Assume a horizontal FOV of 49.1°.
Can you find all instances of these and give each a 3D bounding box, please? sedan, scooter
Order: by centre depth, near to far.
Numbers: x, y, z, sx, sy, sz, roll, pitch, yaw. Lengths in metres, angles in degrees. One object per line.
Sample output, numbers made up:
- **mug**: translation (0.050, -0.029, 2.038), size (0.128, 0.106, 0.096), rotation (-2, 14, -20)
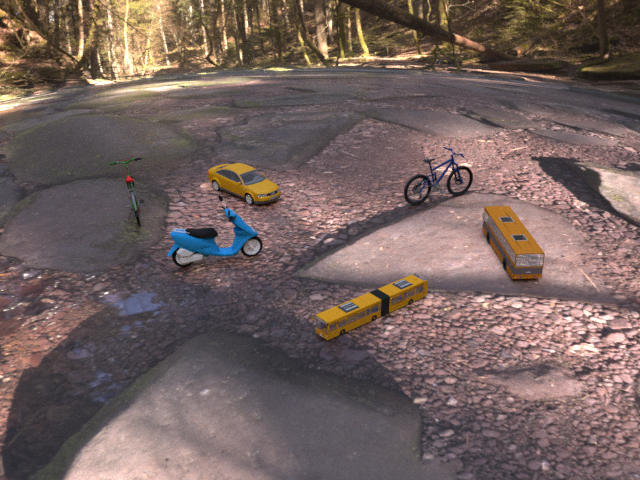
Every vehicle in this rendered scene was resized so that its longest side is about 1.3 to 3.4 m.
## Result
- **scooter**: translation (-1.522, -0.094, 10.166), size (1.399, 0.919, 0.662), rotation (-9, 27, -17)
- **sedan**: translation (-1.379, -1.071, 12.654), size (1.613, 0.483, 0.635), rotation (23, 34, 39)

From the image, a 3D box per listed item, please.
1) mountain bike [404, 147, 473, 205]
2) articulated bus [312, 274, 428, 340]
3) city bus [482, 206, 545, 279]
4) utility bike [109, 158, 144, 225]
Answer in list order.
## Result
- **mountain bike**: translation (2.104, -1.101, 12.277), size (1.469, 0.868, 0.573), rotation (-13, 29, -25)
- **articulated bus**: translation (0.681, 0.838, 8.982), size (1.749, 0.289, 0.311), rotation (-19, 32, -34)
- **city bus**: translation (2.845, 0.031, 10.433), size (0.476, 0.460, 1.674), rotation (-1, 26, -3)
- **utility bike**: translation (-3.181, -0.844, 11.666), size (0.535, 0.946, 1.435), rotation (-8, 27, -16)
